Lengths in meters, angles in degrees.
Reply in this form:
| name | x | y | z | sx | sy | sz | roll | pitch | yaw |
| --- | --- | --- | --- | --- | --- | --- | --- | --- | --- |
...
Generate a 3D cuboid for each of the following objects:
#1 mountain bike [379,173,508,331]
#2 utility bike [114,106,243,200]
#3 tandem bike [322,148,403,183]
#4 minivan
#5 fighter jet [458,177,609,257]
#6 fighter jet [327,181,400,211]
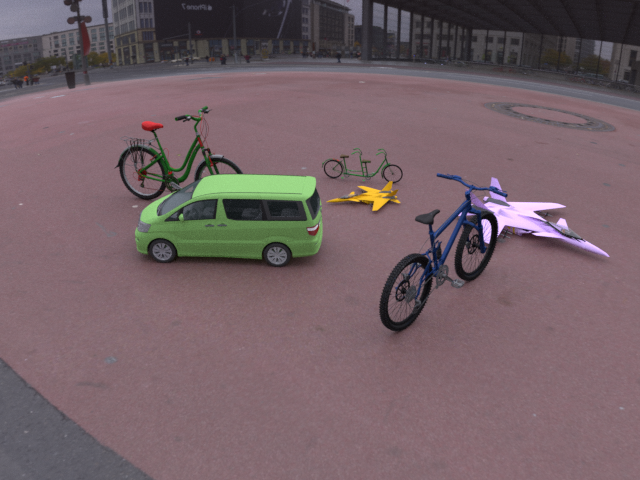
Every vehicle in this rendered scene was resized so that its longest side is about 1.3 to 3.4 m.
| name | x | y | z | sx | sy | sz | roll | pitch | yaw |
| --- | --- | --- | --- | --- | --- | --- | --- | --- | --- |
| mountain bike | 1.756 | 0.130 | 9.743 | 1.114 | 1.688 | 2.857 | 23 | 35 | 37 |
| utility bike | -2.554 | -1.529 | 12.765 | 2.791 | 1.839 | 1.039 | 10 | 29 | 18 |
| tandem bike | 0.840 | -1.501 | 13.964 | 1.642 | 0.682 | 0.283 | 6 | 28 | 11 |
| minivan | -1.470 | -0.385 | 11.263 | 3.011 | 1.197 | 1.324 | 2 | 28 | 4 |
| fighter jet | 3.703 | -0.344 | 11.877 | 2.229 | 0.557 | 2.640 | -22 | 35 | -36 |
| fighter jet | 0.782 | -0.847 | 13.137 | 1.358 | 0.286 | 1.147 | -5 | 28 | -10 |
